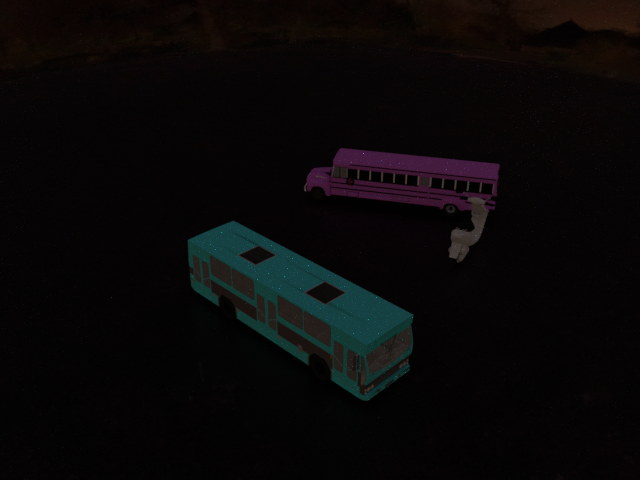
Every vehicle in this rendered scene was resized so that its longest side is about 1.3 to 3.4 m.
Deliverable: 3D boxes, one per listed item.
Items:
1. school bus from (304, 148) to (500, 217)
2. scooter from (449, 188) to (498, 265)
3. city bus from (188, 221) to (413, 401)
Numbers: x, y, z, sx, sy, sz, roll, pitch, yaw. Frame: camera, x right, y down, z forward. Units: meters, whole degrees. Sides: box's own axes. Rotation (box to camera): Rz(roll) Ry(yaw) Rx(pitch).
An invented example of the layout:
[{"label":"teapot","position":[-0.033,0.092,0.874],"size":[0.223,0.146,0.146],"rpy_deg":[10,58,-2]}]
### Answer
[{"label":"school bus","position":[1.370,-1.019,12.069],"size":[3.322,0.844,0.709],"rpy_deg":[7,30,13]},{"label":"scooter","position":[2.276,-0.246,10.615],"size":[0.662,0.919,1.399],"rpy_deg":[15,33,25]},{"label":"city bus","position":[-0.361,0.800,8.775],"size":[0.926,0.894,3.255],"rpy_deg":[-26,38,-38]}]
